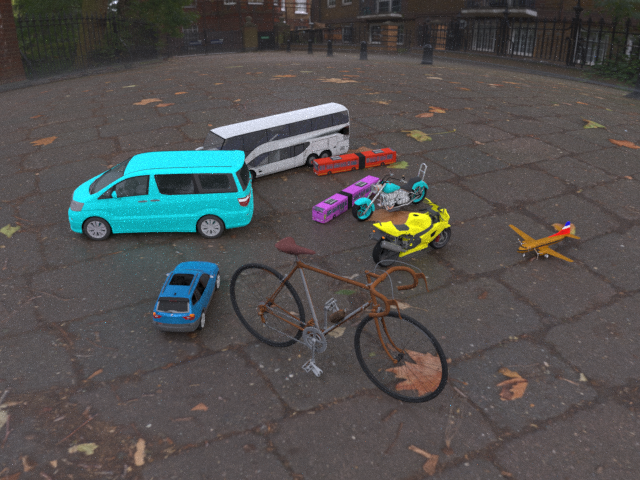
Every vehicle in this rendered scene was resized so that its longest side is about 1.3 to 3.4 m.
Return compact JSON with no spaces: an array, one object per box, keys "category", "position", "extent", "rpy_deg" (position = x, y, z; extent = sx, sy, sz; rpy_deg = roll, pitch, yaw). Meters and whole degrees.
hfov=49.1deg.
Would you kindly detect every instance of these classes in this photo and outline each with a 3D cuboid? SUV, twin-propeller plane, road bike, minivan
[{"category":"SUV","position":[-1.799,0.674,9.495],"extent":[0.656,0.580,1.572],"rpy_deg":[2,28,4]},{"category":"twin-propeller plane","position":[3.514,-0.010,10.951],"extent":[1.095,0.407,1.370],"rpy_deg":[-14,31,-24]},{"category":"road bike","position":[0.107,0.836,8.057],"extent":[3.004,1.656,0.696],"rpy_deg":[18,33,29]},{"category":"minivan","position":[-2.628,-0.789,11.567],"extent":[3.011,1.197,1.324],"rpy_deg":[-1,28,-2]}]

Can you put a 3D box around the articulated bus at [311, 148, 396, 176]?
[{"category":"articulated bus","position":[0.696,-1.568,13.977],"extent":[1.749,0.289,0.311],"rpy_deg":[-11,30,-20]}]

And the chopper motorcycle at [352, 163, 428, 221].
[{"category":"chopper motorcycle","position":[1.231,-0.828,12.100],"extent":[1.563,0.761,0.466],"rpy_deg":[-16,32,-28]}]

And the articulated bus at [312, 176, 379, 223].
[{"category":"articulated bus","position":[0.492,-0.736,12.428],"extent":[0.311,0.289,1.749],"rpy_deg":[20,34,32]}]

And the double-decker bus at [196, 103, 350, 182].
[{"category":"double-decker bus","position":[-0.850,-1.881,13.753],"extent":[3.251,1.052,0.756],"rpy_deg":[-19,34,-31]}]

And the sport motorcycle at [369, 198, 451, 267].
[{"category":"sport motorcycle","position":[1.418,-0.097,10.676],"extent":[1.520,0.821,0.506],"rpy_deg":[-16,32,-28]}]
